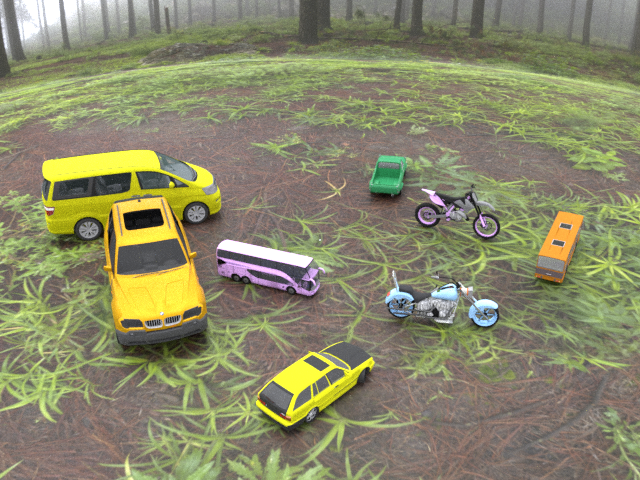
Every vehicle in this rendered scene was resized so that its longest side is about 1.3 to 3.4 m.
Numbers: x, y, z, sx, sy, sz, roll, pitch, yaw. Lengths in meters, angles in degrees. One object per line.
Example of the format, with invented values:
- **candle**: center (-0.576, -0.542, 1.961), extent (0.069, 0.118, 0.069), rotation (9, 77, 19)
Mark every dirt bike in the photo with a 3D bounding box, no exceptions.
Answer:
- **dirt bike**: center (2.344, -0.502, 11.910), extent (1.493, 0.857, 0.527), rotation (13, 32, 22)

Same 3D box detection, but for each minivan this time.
- **minivan**: center (-3.273, -0.899, 12.274), extent (3.011, 1.197, 1.324), rotation (-10, 31, -17)

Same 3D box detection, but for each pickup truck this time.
- **pickup truck**: center (1.349, -1.320, 13.738), extent (0.640, 0.511, 1.603), rotation (5, 30, 10)

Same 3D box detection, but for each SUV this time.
- **SUV**: center (-2.461, 0.327, 10.142), extent (1.276, 1.128, 3.058), rotation (-9, 30, -16)

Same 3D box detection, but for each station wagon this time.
- **station wagon**: center (-0.017, 1.648, 8.441), extent (0.682, 0.473, 1.597), rotation (25, 37, 37)

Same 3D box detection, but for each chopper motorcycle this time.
- **chopper motorcycle**: center (1.691, 0.813, 9.646), extent (1.563, 0.761, 0.466), rotation (4, 29, 8)

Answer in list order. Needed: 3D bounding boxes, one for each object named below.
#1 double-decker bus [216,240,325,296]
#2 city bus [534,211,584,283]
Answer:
- **double-decker bus**: center (-0.767, 0.425, 10.570), extent (1.672, 0.541, 0.389), rotation (11, 31, 20)
- **city bus**: center (3.846, 0.109, 11.220), extent (0.476, 0.460, 1.674), rotation (14, 32, 24)
